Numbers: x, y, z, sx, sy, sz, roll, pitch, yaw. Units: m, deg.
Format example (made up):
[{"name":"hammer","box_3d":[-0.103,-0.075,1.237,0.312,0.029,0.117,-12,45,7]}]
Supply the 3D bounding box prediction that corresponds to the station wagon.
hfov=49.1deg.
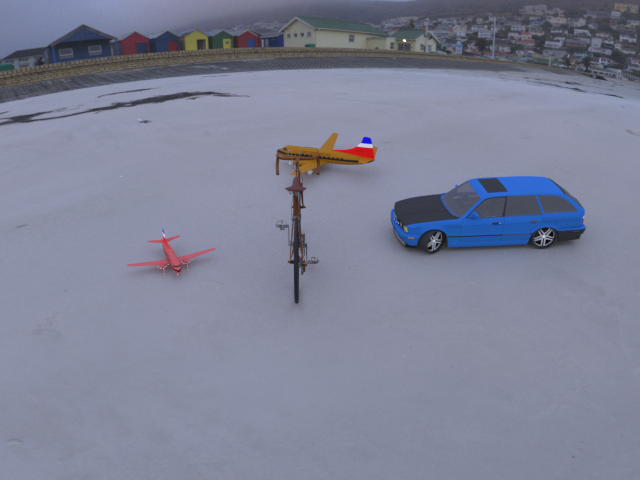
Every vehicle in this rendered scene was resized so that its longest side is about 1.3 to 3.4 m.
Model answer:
[{"name":"station wagon","box_3d":[2.725,-0.488,11.549,3.105,0.920,1.327,-3,27,-5]}]

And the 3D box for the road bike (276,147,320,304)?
[{"name":"road bike","box_3d":[-0.337,-0.335,10.437,0.697,1.656,3.004,0,27,-1]}]

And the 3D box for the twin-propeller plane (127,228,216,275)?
[{"name":"twin-propeller plane","box_3d":[-2.301,0.191,10.781,1.370,0.407,1.095,-11,29,-21]}]

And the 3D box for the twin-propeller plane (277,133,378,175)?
[{"name":"twin-propeller plane","box_3d":[0.094,-1.822,14.313,2.129,0.792,2.663,9,28,17]}]
